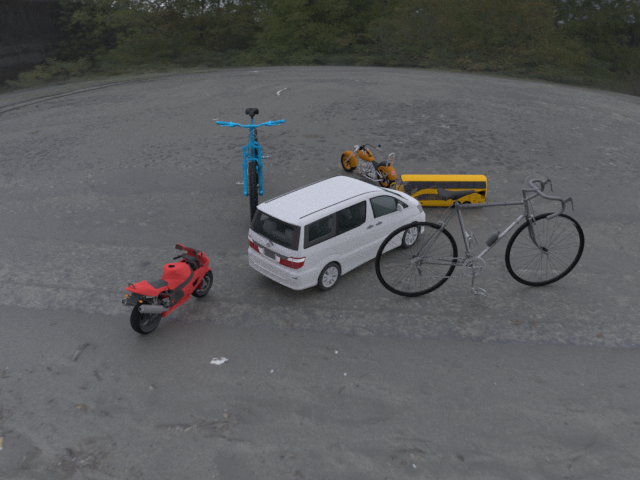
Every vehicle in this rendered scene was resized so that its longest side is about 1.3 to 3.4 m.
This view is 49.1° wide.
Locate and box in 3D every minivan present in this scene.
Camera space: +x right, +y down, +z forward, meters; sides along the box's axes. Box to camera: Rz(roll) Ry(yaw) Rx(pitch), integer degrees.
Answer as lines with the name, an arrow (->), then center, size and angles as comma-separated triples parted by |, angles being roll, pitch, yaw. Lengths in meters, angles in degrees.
minivan -> 0.353, -0.278, 10.549 | 3.011, 1.197, 1.324 | -24, 36, -39

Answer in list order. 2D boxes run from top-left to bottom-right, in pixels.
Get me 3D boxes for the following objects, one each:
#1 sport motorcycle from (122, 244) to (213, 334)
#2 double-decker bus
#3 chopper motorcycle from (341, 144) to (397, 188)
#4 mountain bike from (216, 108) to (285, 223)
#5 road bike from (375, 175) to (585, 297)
sport motorcycle -> -1.945, 0.623, 9.214 | 0.506, 0.821, 1.520 | 17, 32, 29
double-decker bus -> 2.098, -0.869, 12.408 | 1.672, 0.541, 0.389 | 0, 27, 0
chopper motorcycle -> 0.916, -1.505, 13.400 | 0.466, 0.761, 1.563 | -18, 32, -31
mountain bike -> -1.168, -1.423, 12.232 | 1.114, 1.688, 2.857 | -2, 27, -4
road bike -> 2.226, -0.011, 9.531 | 3.004, 1.656, 0.697 | -4, 28, -8
